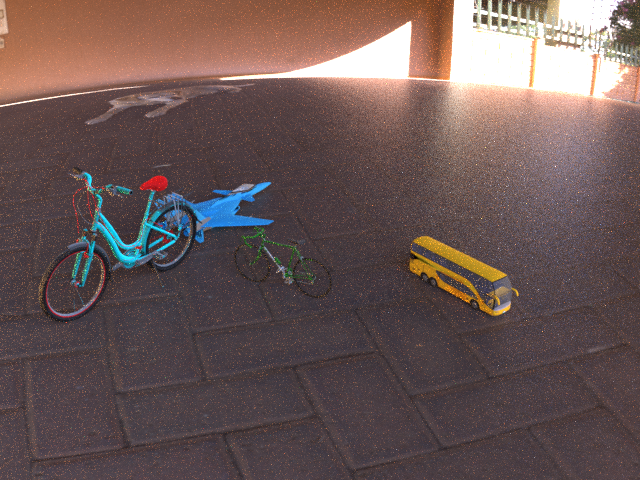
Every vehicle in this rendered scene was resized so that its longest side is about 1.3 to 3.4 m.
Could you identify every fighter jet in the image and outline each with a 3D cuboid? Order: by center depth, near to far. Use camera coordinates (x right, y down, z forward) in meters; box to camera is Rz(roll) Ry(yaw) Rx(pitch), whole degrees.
[{"bbox_3d":[-1.628,-0.740,12.031,2.229,0.557,2.640,16,30,29],"label":"fighter jet"}]

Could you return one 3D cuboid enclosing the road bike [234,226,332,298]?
[{"bbox_3d":[-0.528,0.301,9.556,1.545,0.852,0.358,13,29,24],"label":"road bike"}]

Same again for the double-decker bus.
[{"bbox_3d":[1.906,0.483,9.538,0.389,0.541,1.672,-18,31,-33],"label":"double-decker bus"}]

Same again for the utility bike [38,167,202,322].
[{"bbox_3d":[-2.496,-0.093,9.237,1.039,1.839,2.791,17,31,31],"label":"utility bike"}]
